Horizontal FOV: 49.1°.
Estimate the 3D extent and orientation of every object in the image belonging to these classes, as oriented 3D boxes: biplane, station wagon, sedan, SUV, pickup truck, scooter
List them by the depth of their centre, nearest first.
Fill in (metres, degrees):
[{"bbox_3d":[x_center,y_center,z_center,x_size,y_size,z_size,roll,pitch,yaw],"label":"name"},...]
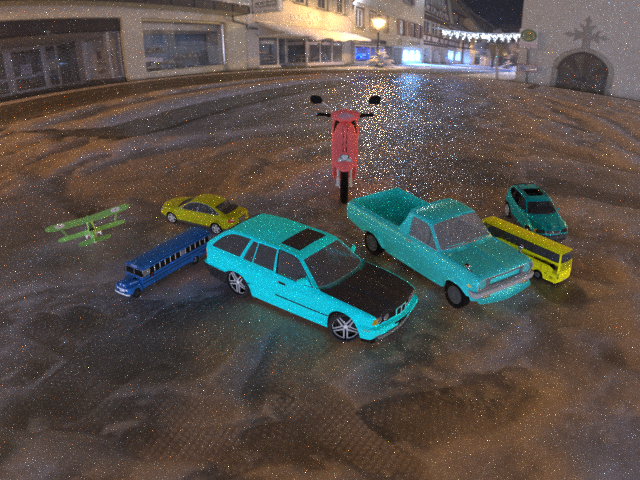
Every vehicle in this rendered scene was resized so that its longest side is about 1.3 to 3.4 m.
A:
[{"bbox_3d":[-0.165,0.403,9.637,3.105,0.920,1.327,19,33,33],"label":"station wagon"},{"bbox_3d":[1.700,-0.081,10.513,1.244,0.993,3.117,-16,31,-29],"label":"pickup truck"},{"bbox_3d":[-3.682,-0.162,11.216,1.336,0.504,1.090,-11,29,-20],"label":"biplane"},{"bbox_3d":[3.615,-0.482,11.764,0.656,0.580,1.572,-3,27,-5],"label":"SUV"},{"bbox_3d":[-1.987,-0.518,11.945,1.613,0.483,0.635,13,30,24],"label":"sedan"},{"bbox_3d":[0.475,-1.958,13.349,1.288,1.786,2.721,1,27,2],"label":"scooter"}]

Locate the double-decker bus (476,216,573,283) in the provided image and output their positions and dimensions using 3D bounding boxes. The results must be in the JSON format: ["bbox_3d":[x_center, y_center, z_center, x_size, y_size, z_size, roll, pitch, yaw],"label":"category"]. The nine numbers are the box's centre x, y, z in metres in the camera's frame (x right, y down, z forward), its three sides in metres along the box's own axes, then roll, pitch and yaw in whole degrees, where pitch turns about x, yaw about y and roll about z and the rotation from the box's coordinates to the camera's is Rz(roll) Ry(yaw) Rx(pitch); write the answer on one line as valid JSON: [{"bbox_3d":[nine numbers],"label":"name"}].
[{"bbox_3d":[3.025,0.112,10.633,0.389,0.541,1.672,-19,33,-33],"label":"double-decker bus"}]

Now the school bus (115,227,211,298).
[{"bbox_3d":[-2.306,0.314,10.352,0.365,0.434,1.708,17,31,30],"label":"school bus"}]
